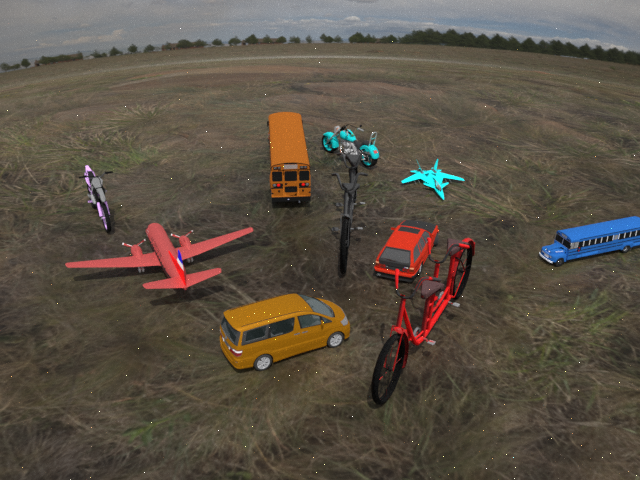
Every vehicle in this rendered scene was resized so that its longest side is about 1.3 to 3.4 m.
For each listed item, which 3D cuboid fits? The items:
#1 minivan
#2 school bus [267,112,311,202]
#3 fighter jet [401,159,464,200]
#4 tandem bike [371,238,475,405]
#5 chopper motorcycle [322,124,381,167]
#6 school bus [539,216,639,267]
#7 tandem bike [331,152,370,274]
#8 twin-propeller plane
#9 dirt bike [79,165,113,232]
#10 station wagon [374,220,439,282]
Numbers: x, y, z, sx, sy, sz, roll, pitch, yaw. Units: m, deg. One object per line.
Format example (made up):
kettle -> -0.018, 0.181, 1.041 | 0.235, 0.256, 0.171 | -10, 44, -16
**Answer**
minivan -> -0.388, 1.003, 8.230 | 1.548, 0.616, 0.681 | -14, 31, -24
school bus -> -0.608, -1.639, 13.013 | 0.709, 0.844, 3.322 | -2, 28, -4
fighter jet -> 2.057, -1.084, 12.556 | 1.147, 0.286, 1.358 | -3, 28, -5
tandem bike -> 1.309, 0.628, 8.181 | 0.550, 1.326, 3.192 | 14, 31, 25
chopper motorcycle -> 0.574, -1.918, 13.634 | 0.466, 0.761, 1.563 | -21, 34, -34
school bus -> 4.038, 0.009, 10.317 | 1.708, 0.434, 0.365 | -10, 29, -18
tandem bike -> 0.465, -0.706, 10.721 | 0.550, 1.326, 3.192 | 3, 28, 5
twin-propeller plane -> -2.133, 0.117, 9.727 | 2.663, 0.792, 2.129 | -12, 30, -21
dirt bike -> -3.581, -0.729, 11.267 | 0.527, 0.857, 1.493 | -13, 31, -24
station wagon -> 1.298, 0.045, 10.206 | 0.682, 0.473, 1.597 | 11, 30, 19
